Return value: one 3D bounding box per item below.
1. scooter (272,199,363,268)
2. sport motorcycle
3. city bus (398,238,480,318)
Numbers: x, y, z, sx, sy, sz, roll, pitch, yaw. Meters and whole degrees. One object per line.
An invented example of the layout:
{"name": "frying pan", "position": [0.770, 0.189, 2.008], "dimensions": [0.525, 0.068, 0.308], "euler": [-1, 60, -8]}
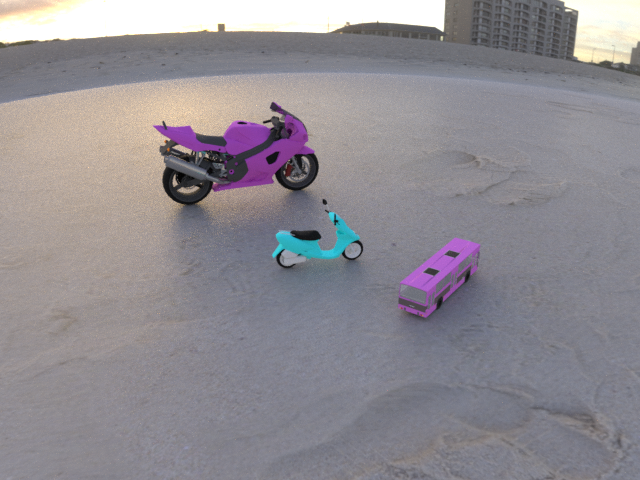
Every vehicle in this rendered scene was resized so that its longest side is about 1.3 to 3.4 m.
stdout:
{"name": "scooter", "position": [-0.020, -0.054, 10.343], "dimensions": [1.399, 0.919, 0.662], "euler": [-7, 27, -13]}
{"name": "sport motorcycle", "position": [-1.426, -1.514, 12.544], "dimensions": [2.955, 1.596, 0.983], "euler": [-9, 27, -17]}
{"name": "city bus", "position": [1.679, 0.513, 9.708], "dimensions": [0.476, 0.460, 1.674], "euler": [17, 31, 31]}
